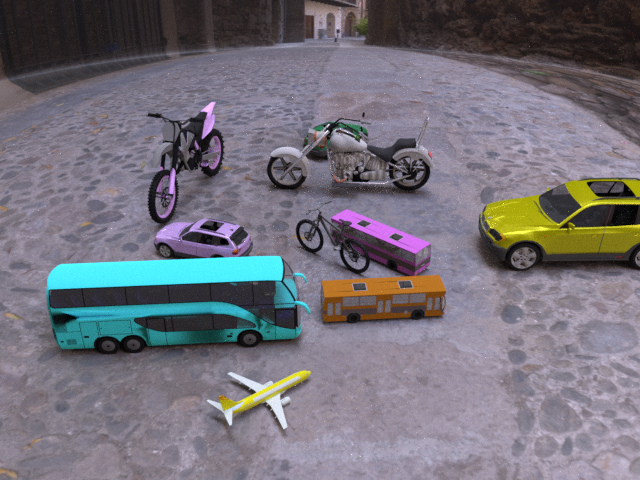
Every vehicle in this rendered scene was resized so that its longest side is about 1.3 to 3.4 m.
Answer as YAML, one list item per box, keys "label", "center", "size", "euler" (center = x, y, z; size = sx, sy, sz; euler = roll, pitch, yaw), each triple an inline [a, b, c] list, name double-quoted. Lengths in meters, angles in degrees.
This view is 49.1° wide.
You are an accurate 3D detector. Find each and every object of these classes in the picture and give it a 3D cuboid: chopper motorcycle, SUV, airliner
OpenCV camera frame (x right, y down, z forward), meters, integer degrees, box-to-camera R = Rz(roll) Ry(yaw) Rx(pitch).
- label: "chopper motorcycle"
  center: [0.545, -1.590, 12.711]
  size: [3.040, 1.480, 0.906]
  euler: [2, 30, 4]
- label: "SUV"
  center: [0.344, -2.171, 14.597]
  size: [0.656, 0.580, 1.572]
  euler: [25, 39, 36]
- label: "airliner"
  center: [-0.623, 1.707, 8.105]
  size: [1.307, 0.429, 1.161]
  euler: [-22, 37, -33]
- label: "SUV"
  center: [4.041, -0.312, 10.871]
  size: [3.058, 1.128, 1.276]
  euler: [0, 30, -1]
- label: "SUV"
  center: [-1.828, -0.018, 10.910]
  size: [1.572, 0.580, 0.656]
  euler: [11, 32, 18]

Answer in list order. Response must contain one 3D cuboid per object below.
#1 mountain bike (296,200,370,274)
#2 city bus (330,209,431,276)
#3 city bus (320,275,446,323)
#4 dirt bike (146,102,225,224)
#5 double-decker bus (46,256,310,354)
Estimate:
- label: "mountain bike"
  center: [0.178, -0.046, 10.673]
  size: [1.469, 0.868, 0.573]
  euler: [24, 38, 35]
- label: "city bus"
  center: [0.919, 0.044, 10.923]
  size: [1.674, 0.460, 0.476]
  euler: [24, 38, 35]
- label: "city bus"
  center: [0.856, 0.816, 9.600]
  size: [1.674, 0.460, 0.476]
  euler: [-3, 30, -4]
- label: "dirt bike"
  center: [-2.339, -1.523, 12.412]
  size: [1.024, 1.666, 2.903]
  euler: [8, 31, 14]
- label: "double-decker bus"
  center: [-1.768, 0.811, 9.023]
  size: [3.251, 1.052, 0.756]
  euler: [-2, 30, -4]
